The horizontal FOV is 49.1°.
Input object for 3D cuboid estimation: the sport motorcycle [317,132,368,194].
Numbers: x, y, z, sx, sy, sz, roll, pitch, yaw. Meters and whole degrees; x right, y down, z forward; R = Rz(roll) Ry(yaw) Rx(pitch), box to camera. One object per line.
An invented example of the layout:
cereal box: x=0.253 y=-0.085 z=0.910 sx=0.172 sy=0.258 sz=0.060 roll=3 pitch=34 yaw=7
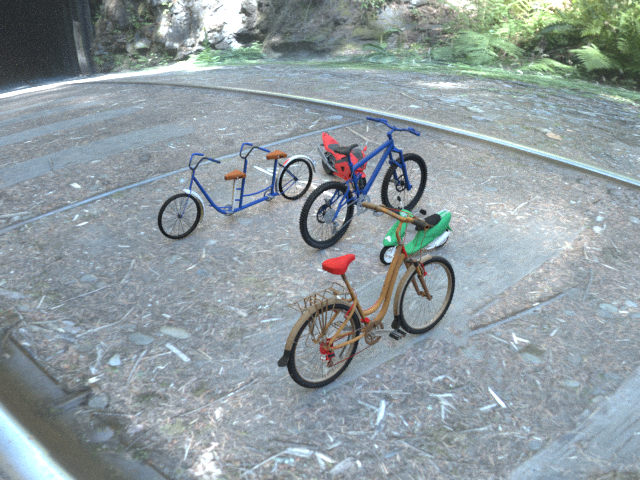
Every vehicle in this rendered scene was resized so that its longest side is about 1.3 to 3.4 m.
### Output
sport motorcycle: x=0.440 y=-1.443 z=13.050 sx=0.506 sy=0.821 sz=1.520 roll=-15 pitch=31 yaw=-25

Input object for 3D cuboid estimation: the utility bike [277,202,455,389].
utility bike: x=0.578 y=0.562 z=8.157 sx=2.791 sy=1.839 sz=1.039 roll=-21 pitch=34 yaw=-34

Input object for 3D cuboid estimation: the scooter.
scooter: x=1.472 y=-0.181 z=10.553 sx=1.399 sy=0.919 sz=0.662 roll=-17 pitch=32 yaw=-29

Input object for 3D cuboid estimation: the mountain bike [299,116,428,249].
mountain bike: x=0.775 y=-0.921 z=11.131 sx=2.857 sy=1.688 sz=1.114 roll=-23 pitch=35 yaw=-36

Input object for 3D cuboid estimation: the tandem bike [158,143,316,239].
tandem bike: x=-1.292 y=-0.973 z=11.619 sx=3.192 sy=1.326 sz=0.550 roll=-22 pitch=35 yaw=-35
